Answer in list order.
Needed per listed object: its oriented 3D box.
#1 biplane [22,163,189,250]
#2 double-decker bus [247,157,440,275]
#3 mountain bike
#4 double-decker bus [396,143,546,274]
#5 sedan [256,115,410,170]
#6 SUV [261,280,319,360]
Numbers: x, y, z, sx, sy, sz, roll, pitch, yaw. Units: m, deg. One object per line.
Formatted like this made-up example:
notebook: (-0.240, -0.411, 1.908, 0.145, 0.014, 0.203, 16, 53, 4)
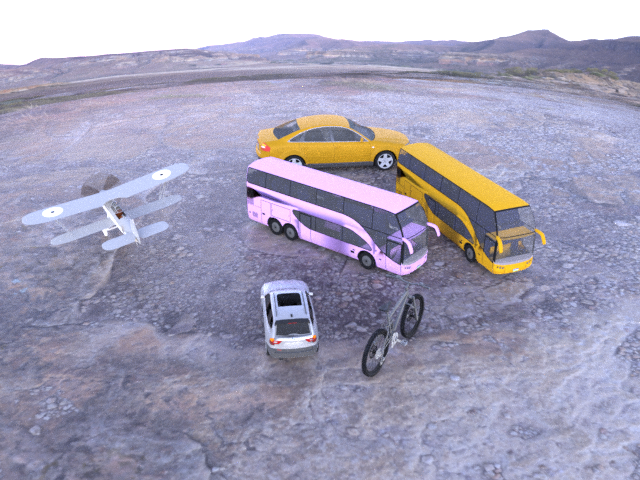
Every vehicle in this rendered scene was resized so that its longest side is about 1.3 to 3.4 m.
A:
biplane: (-3.091, -0.358, 10.646, 2.598, 0.981, 2.120, -14, 30, -27)
double-decker bus: (0.224, -0.396, 10.643, 3.251, 1.052, 0.756, 20, 33, 35)
mountain bike: (0.879, 0.958, 8.126, 0.573, 0.868, 1.469, 16, 31, 29)
double-decker bus: (2.196, -0.551, 10.955, 0.756, 1.052, 3.251, -10, 28, -19)
sedan: (0.289, -1.970, 13.936, 3.137, 0.940, 1.235, -4, 27, -7)
SUV: (-0.390, 0.873, 8.621, 0.656, 0.580, 1.572, -3, 27, -6)
